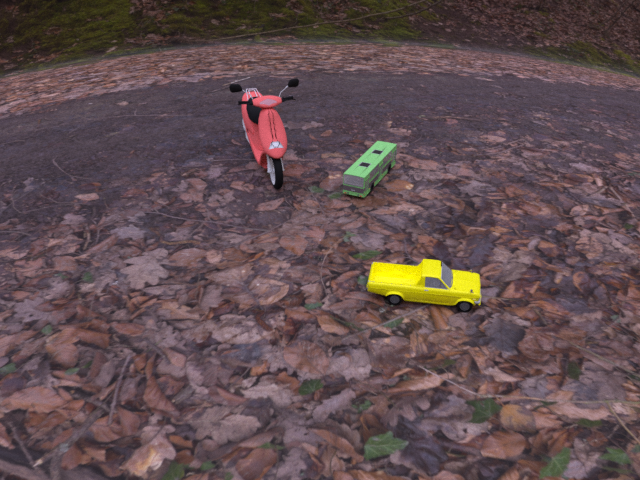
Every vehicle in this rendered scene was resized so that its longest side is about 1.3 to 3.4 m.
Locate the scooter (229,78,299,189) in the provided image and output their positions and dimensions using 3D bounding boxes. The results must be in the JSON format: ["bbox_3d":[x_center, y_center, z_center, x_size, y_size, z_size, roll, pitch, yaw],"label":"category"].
[{"bbox_3d":[-1.082,-2.243,13.314,1.288,1.786,2.721,-8,32,-14],"label":"scooter"}]

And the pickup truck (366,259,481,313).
[{"bbox_3d":[1.467,0.578,9.824,1.603,0.511,0.640,5,31,9],"label":"pickup truck"}]

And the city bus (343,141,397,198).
[{"bbox_3d":[0.950,-1.317,13.055,0.476,0.460,1.674,14,33,22],"label":"city bus"}]
